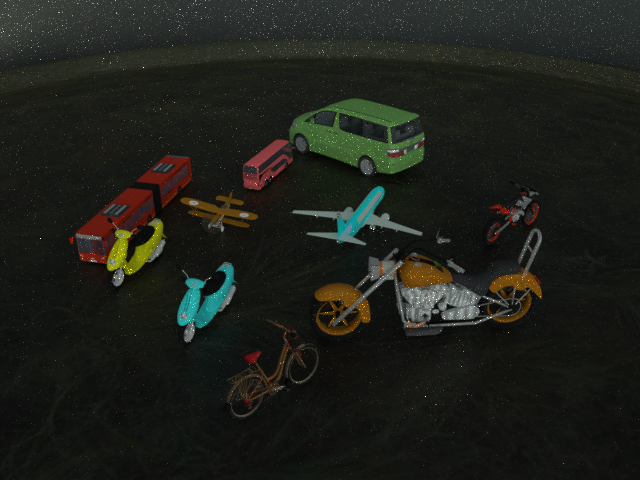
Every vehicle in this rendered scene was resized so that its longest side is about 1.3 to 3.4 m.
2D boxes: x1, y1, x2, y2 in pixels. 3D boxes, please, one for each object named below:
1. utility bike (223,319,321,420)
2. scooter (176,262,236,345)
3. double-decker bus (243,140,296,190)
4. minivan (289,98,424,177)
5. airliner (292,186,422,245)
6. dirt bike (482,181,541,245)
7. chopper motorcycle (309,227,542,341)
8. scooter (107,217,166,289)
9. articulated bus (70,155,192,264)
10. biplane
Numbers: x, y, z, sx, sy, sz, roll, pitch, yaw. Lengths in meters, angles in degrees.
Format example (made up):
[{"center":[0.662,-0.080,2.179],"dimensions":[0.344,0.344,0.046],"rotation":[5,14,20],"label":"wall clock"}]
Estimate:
[{"center":[-0.566,1.437,8.001],"dimensions":[1.435,0.946,0.535],"rotation":[-24,37,-36],"label":"utility bike"},{"center":[-1.516,0.707,9.359],"dimensions":[0.662,0.919,1.399],"rotation":[12,31,20],"label":"scooter"},{"center":[-0.995,-1.512,13.799],"dimensions":[0.389,0.541,1.672],"rotation":[11,31,19],"label":"double-decker bus"},{"center":[0.685,-2.251,14.465],"dimensions":[3.011,1.197,1.324],"rotation":[24,37,37],"label":"minivan"},{"center":[0.695,-0.583,11.799],"dimensions":[2.257,0.835,2.541],"rotation":[11,30,19],"label":"airliner"},{"center":[3.195,-0.467,11.564],"dimensions":[1.493,0.857,0.527],"rotation":[-21,35,-34],"label":"dirt bike"},{"center":[1.378,0.578,9.012],"dimensions":[3.040,1.480,0.906],"rotation":[-2,29,-4],"label":"chopper motorcycle"},{"center":[-2.771,0.061,10.537],"dimensions":[0.662,0.919,1.399],"rotation":[12,31,21],"label":"scooter"},{"center":[-3.131,-0.630,12.170],"dimensions":[0.605,0.561,3.401],"rotation":[7,29,12],"label":"articulated bus"},{"center":[-1.659,-0.480,11.955],"dimensions":[1.336,0.504,1.090],"rotation":[6,29,11],"label":"biplane"}]
